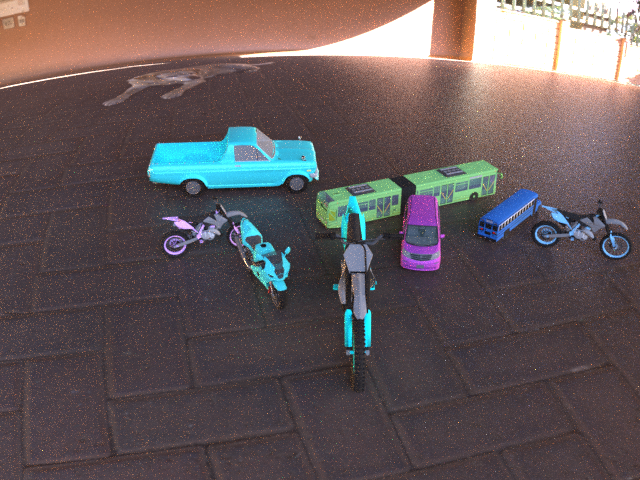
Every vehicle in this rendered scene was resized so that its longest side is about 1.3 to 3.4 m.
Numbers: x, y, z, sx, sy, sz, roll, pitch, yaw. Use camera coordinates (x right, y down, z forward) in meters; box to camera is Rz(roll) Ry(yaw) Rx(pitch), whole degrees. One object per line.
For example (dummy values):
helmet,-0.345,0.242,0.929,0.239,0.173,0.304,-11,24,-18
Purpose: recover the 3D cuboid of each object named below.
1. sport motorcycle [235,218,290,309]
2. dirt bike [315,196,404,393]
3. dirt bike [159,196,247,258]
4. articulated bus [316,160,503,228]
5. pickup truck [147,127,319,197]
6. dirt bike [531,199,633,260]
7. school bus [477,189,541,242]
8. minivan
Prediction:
sport motorcycle,-0.800,0.326,9.890,0.506,0.821,1.520,-13,32,-22
dirt bike,0.456,0.485,8.749,1.024,1.666,2.903,0,29,0
dirt bike,-1.724,-0.172,10.734,1.493,0.857,0.527,-8,30,-13
articulated bus,1.581,-0.814,12.170,3.401,0.561,0.605,-12,32,-21
pickup truck,-1.578,-1.510,12.962,3.117,0.993,1.244,-2,30,-4
dirt bike,4.027,-0.168,10.728,1.493,0.857,0.527,12,32,20
school bus,3.200,-0.449,11.653,0.365,0.434,1.708,23,36,34
minivan,1.579,-0.124,10.894,0.681,0.616,1.548,4,30,7
